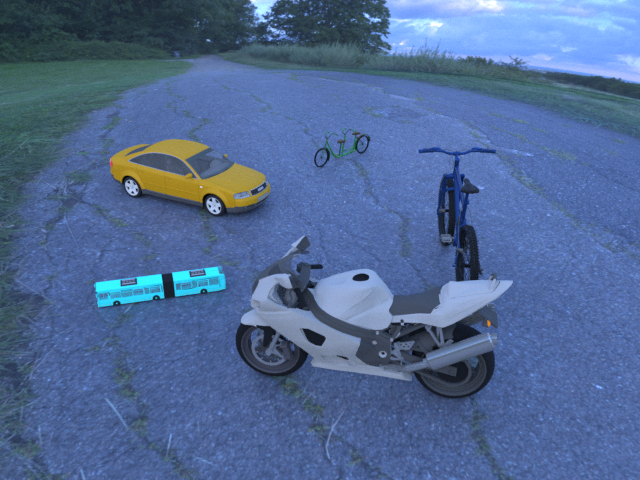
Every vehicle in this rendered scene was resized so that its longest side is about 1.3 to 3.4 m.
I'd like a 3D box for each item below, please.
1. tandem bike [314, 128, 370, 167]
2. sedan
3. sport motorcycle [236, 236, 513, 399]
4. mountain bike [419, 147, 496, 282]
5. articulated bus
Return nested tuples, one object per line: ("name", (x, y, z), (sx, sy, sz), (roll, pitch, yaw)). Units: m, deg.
("tandem bike", (0.478, -1.970, 14.382), (1.642, 0.682, 0.283), (-23, 35, -38))
("sedan", (-2.365, -1.237, 12.639), (3.137, 0.940, 1.235), (13, 30, 24))
("sport motorcycle", (0.493, 0.927, 7.613), (2.955, 1.596, 0.983), (5, 27, 9))
("mountain bike", (1.972, -0.324, 9.995), (1.114, 1.688, 2.857), (0, 27, 1))
("articulated bus", (-2.190, 0.639, 9.638), (1.749, 0.289, 0.311), (-7, 28, -14))
